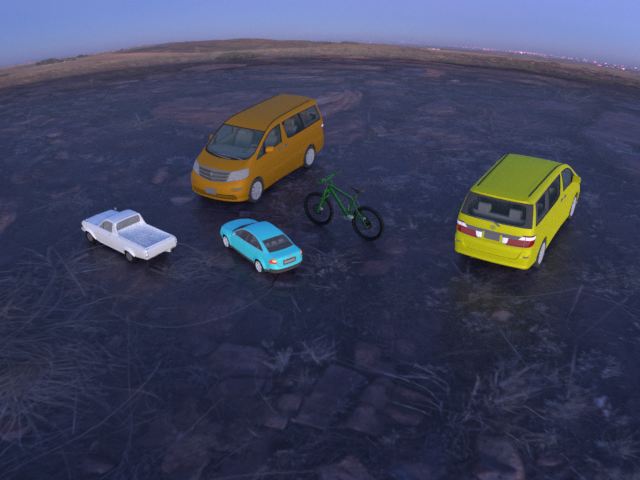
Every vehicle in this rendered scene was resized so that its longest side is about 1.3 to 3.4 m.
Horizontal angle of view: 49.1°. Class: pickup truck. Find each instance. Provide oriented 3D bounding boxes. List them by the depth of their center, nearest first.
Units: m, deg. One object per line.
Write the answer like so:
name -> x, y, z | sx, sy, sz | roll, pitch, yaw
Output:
pickup truck -> -2.841, -0.122, 10.340 | 1.603, 0.511, 0.640 | 21, 34, 34

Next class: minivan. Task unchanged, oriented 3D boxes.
minivan -> 3.083, -0.627, 10.564 | 1.324, 1.197, 3.011 | 16, 31, 27
minivan -> -1.079, -1.696, 12.605 | 1.324, 1.197, 3.011 | 14, 31, 25

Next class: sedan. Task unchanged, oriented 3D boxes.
sedan -> -0.883, -0.002, 10.140 | 0.635, 0.483, 1.613 | -19, 33, -32

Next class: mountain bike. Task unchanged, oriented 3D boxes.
mountain bike -> 0.350, -0.505, 10.687 | 1.469, 0.868, 0.573 | 18, 33, 31
